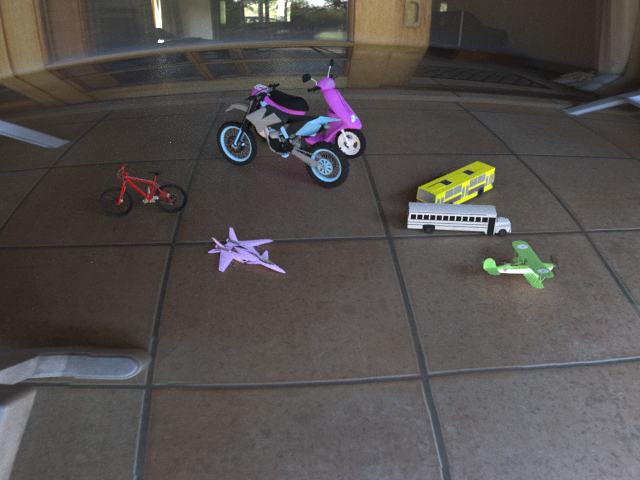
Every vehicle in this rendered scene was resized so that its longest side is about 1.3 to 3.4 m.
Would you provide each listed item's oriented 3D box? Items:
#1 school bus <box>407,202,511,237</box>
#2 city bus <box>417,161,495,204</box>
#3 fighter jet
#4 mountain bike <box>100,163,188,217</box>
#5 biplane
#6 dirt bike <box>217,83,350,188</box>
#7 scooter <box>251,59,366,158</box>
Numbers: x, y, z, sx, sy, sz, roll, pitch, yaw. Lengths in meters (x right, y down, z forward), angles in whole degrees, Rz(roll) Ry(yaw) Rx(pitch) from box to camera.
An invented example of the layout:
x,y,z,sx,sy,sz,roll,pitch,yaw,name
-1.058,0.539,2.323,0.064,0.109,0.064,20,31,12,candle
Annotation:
x,y,z,sx,sy,sz,roll,pitch,yaw,name
2.301,-0.353,11.591,1.708,0.434,0.365,3,31,4,school bus
2.439,-0.914,12.509,1.674,0.460,0.476,-24,38,-35,city bus
-1.052,0.205,10.797,1.358,0.286,1.147,22,37,32,fighter jet
-3.019,-0.816,11.946,1.469,0.868,0.573,-4,31,-7,mountain bike
2.928,0.392,10.270,1.090,0.504,1.336,-2,31,-3,biplane
-0.757,-1.949,13.071,2.903,1.666,1.024,16,34,24,dirt bike
-0.299,-2.682,14.187,2.721,1.786,1.288,15,34,23,scooter
